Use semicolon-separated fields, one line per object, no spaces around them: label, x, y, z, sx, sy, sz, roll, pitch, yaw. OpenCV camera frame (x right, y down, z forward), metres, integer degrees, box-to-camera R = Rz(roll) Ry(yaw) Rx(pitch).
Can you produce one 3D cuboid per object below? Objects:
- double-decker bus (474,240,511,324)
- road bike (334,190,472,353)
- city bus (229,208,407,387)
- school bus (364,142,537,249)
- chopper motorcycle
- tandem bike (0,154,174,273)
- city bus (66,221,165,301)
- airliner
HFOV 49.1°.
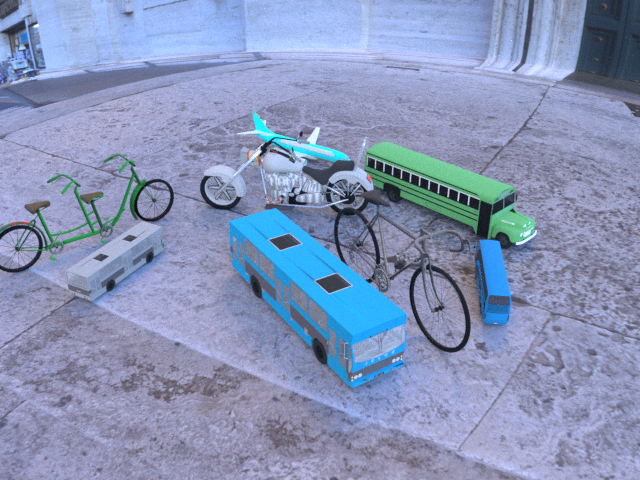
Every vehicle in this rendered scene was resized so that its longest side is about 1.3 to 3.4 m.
double-decker bus;2.457;0.549;10.029;0.389;0.541;1.672;3;30;6
road bike;1.013;0.263;9.411;0.696;1.656;3.004;-17;34;-27
city bus;-0.153;0.676;9.457;0.926;0.894;3.255;-17;34;-27
school bus;2.197;-0.831;12.110;0.709;0.844;3.322;-26;39;-37
chopper motorcycle;-0.590;-1.146;12.022;3.040;1.480;0.906;4;30;8
tandem bike;-3.709;-0.492;11.045;3.192;1.326;0.550;-25;38;-36
city bus;-3.031;0.309;10.525;0.476;0.460;1.674;15;33;23
airliner;-0.423;-2.068;14.258;2.541;0.835;2.257;18;35;29
